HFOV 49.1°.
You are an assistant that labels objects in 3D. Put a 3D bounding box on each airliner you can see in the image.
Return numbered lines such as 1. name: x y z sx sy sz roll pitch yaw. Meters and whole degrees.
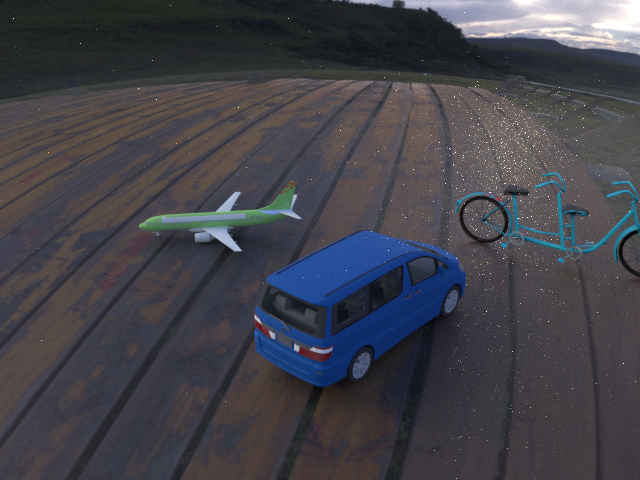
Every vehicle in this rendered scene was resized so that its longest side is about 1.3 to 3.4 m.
1. airliner: -1.585 -0.485 11.021 2.541 0.835 2.257 -3 26 -6

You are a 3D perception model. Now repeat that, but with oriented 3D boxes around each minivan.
1. minivan: 0.609 0.591 8.429 1.324 1.197 3.011 22 34 37

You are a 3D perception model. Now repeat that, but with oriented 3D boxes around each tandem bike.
1. tandem bike: 3.501 -0.315 10.121 3.192 1.326 0.550 14 30 26
